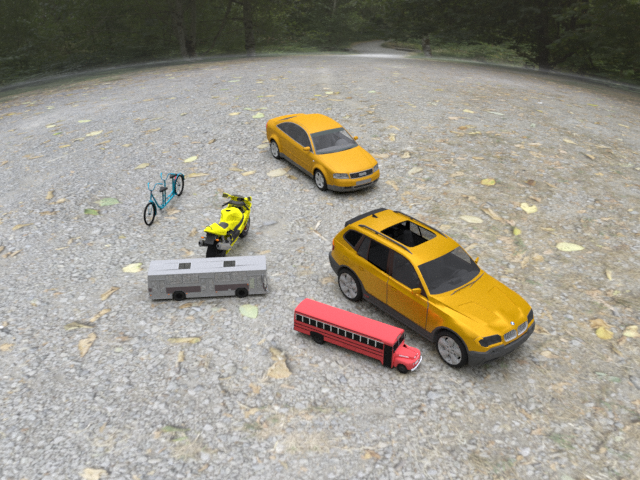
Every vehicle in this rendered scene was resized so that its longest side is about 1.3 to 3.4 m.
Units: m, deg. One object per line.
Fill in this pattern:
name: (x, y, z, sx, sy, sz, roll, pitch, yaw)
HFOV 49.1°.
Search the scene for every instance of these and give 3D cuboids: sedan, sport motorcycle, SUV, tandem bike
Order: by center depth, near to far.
SUV: (1.420, 0.514, 9.418, 1.276, 1.128, 3.058, -22, 36, -34)
sport motorcycle: (-1.431, -0.176, 10.965, 0.506, 0.821, 1.520, 9, 30, 15)
tandem bike: (-2.734, -0.852, 12.318, 0.283, 0.682, 1.642, 7, 30, 12)
sedan: (0.006, -1.879, 13.890, 1.235, 0.940, 3.137, -16, 33, -26)

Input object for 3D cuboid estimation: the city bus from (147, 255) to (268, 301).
city bus: (-1.592, 0.553, 10.033, 1.674, 0.460, 0.476, -3, 29, -5)

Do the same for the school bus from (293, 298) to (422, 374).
school bus: (0.472, 1.204, 8.894, 1.708, 0.434, 0.365, 16, 33, 26)
